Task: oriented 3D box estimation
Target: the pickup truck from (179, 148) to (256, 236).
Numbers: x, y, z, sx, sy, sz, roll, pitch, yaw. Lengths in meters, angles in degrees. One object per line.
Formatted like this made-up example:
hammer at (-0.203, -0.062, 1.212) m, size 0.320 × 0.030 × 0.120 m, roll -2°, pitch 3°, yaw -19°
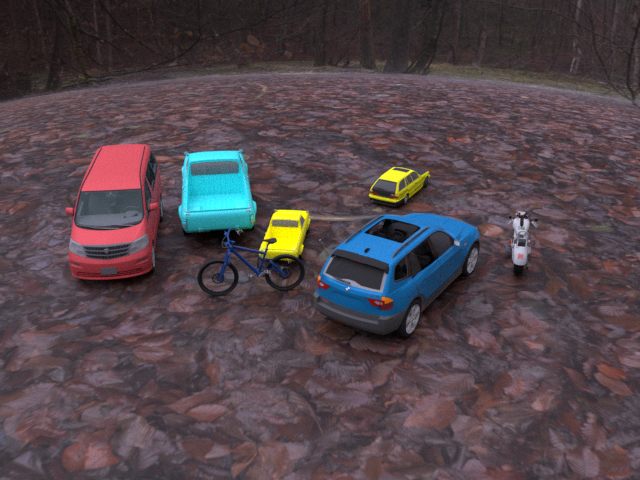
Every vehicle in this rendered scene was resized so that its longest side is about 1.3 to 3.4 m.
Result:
pickup truck at (-1.786, -0.952, 12.024) m, size 1.244 × 0.993 × 3.117 m, roll -4°, pitch 26°, yaw -8°

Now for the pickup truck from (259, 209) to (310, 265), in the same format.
pickup truck at (-0.529, -0.119, 10.862) m, size 0.640 × 0.511 × 1.603 m, roll 3°, pitch 26°, yaw 5°

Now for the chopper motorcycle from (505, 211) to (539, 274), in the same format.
chopper motorcycle at (3.009, -0.083, 10.503) m, size 0.466 × 0.761 × 1.563 m, roll 6°, pitch 27°, yaw 13°

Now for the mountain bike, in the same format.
mountain bike at (-0.936, 0.339, 9.512) m, size 1.469 × 0.868 × 0.573 m, roll -4°, pitch 26°, yaw -8°

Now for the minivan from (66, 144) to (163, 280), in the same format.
minivan at (-3.119, -0.500, 10.860) m, size 1.324 × 1.197 × 3.011 m, roll -3°, pitch 26°, yaw -7°

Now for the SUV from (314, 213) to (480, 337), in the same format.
SUV at (1.141, 0.220, 9.459) m, size 1.276 × 1.128 × 3.058 m, roll 16°, pitch 30°, yaw 30°

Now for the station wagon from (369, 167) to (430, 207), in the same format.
station wagon at (1.497, -1.084, 12.890) m, size 0.682 × 0.473 × 1.597 m, roll 14°, pitch 29°, yaw 27°
